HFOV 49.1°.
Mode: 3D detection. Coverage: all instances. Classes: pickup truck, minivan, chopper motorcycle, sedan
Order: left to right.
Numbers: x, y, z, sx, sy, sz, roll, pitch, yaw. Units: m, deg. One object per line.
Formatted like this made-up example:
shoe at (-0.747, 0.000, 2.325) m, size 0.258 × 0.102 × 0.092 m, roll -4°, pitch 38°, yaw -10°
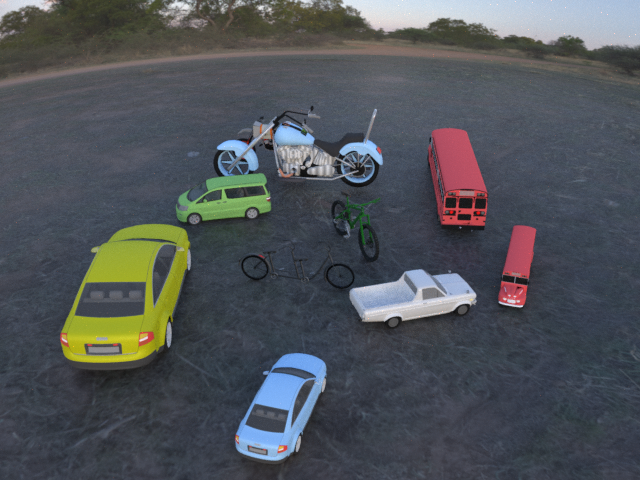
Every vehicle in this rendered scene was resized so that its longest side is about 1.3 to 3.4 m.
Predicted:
sedan at (-2.401, 0.486, 8.996) m, size 1.235 × 0.940 × 3.137 m, roll -1°, pitch 28°, yaw -1°
minivan at (-1.595, -0.692, 11.513) m, size 1.548 × 0.616 × 0.681 m, roll -6°, pitch 29°, yaw -11°
sedan at (-0.370, 1.652, 7.320) m, size 0.635 × 0.483 × 1.613 m, roll 8°, pitch 29°, yaw 15°
chopper motorcycle at (-0.404, -1.652, 12.379) m, size 3.040 × 1.480 × 0.906 m, roll 4°, pitch 29°, yaw 7°
pickup truck at (1.203, 0.709, 9.035) m, size 1.603 × 0.511 × 0.640 m, roll -8°, pitch 29°, yaw -15°

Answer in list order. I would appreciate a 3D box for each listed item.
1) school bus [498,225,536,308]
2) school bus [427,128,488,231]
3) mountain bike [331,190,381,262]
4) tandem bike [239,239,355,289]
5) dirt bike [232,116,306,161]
school bus at (2.763, 0.355, 9.768) m, size 0.365 × 0.434 × 1.708 m, roll 9°, pitch 30°, yaw 17°
school bus at (2.323, -1.169, 12.153) m, size 0.709 × 0.844 × 3.322 m, roll 2°, pitch 28°, yaw 3°
mountain bike at (0.511, -0.285, 10.496) m, size 0.573 × 0.868 × 1.469 m, roll -13°, pitch 31°, yaw -22°
tandem bike at (-0.333, 0.314, 9.585) m, size 1.642 × 0.682 × 0.283 m, roll 5°, pitch 29°, yaw 10°
dirt bike at (-0.971, -1.892, 13.477) m, size 1.493 × 0.857 × 0.527 m, roll 3°, pitch 29°, yaw 5°
